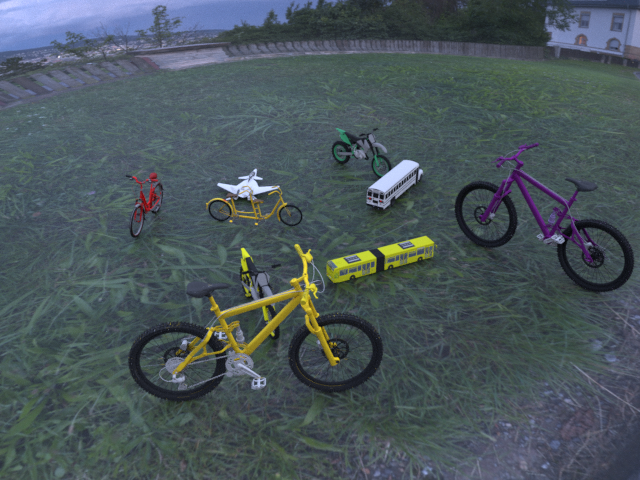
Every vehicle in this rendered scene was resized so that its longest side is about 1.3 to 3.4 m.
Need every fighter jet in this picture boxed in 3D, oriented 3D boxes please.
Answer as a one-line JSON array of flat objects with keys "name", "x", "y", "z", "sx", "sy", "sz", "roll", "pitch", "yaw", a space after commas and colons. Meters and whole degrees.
[{"name": "fighter jet", "x": -1.305, "y": -1.113, "z": 12.910, "sx": 1.147, "sy": 0.286, "sz": 1.358, "roll": 3, "pitch": 30, "yaw": 5}]

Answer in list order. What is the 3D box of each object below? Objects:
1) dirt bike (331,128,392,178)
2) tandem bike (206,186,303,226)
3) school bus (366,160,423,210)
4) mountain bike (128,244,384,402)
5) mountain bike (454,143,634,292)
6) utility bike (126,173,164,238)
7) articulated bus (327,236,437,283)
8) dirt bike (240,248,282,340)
[{"name": "dirt bike", "x": 0.791, "y": -1.720, "z": 13.391, "sx": 1.493, "sy": 0.857, "sz": 0.527, "roll": 26, "pitch": 39, "yaw": 37}, {"name": "tandem bike", "x": -1.098, "y": -0.573, "z": 11.582, "sx": 1.642, "sy": 0.682, "sz": 0.283, "roll": 4, "pitch": 30, "yaw": 8}, {"name": "school bus", "x": 1.389, "y": -1.036, "z": 12.630, "sx": 0.365, "sy": 0.434, "sz": 1.708, "roll": 17, "pitch": 34, "yaw": 27}, {"name": "mountain bike", "x": -0.701, "y": 1.072, "z": 7.732, "sx": 2.857, "sy": 1.688, "sz": 1.114, "roll": -2, "pitch": 30, "yaw": -4}, {"name": "mountain bike", "x": 3.206, "y": -0.346, "z": 10.185, "sx": 2.857, "sy": 1.688, "sz": 1.114, "roll": 26, "pitch": 39, "yaw": 37}, {"name": "utility bike", "x": -2.810, "y": -0.692, "z": 11.524, "sx": 0.535, "sy": 0.946, "sz": 1.435, "roll": 5, "pitch": 30, "yaw": 8}, {"name": "articulated bus", "x": 0.932, "y": 0.284, "z": 10.493, "sx": 1.749, "sy": 0.289, "sz": 0.311, "roll": -14, "pitch": 33, "yaw": -22}, {"name": "dirt bike", "x": -0.813, "y": 0.648, "z": 9.295, "sx": 0.527, "sy": 0.857, "sz": 1.493, "roll": -12, "pitch": 32, "yaw": -20}]
